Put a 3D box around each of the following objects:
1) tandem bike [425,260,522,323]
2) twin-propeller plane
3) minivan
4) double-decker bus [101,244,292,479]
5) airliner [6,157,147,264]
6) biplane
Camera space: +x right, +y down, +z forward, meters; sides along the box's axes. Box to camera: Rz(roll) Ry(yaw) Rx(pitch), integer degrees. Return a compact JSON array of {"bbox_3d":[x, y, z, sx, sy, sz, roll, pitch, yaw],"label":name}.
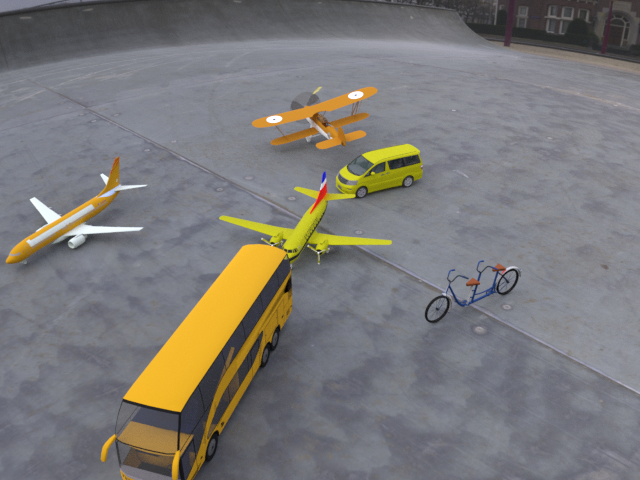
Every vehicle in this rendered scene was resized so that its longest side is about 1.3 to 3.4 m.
[{"bbox_3d":[2.012,0.592,9.036,1.642,0.682,0.283,-17,34,-27],"label":"tandem bike"},{"bbox_3d":[-0.193,-0.295,10.449,2.663,0.792,2.129,9,31,14],"label":"twin-propeller plane"},{"bbox_3d":[1.030,-1.221,12.212,1.548,0.616,0.681,-14,33,-23],"label":"minivan"},{"bbox_3d":[-1.122,1.263,7.517,0.756,1.052,3.251,9,31,15],"label":"double-decker bus"},{"bbox_3d":[-3.825,-0.453,10.677,2.257,0.835,2.541,14,33,23],"label":"airliner"},{"bbox_3d":[0.036,-2.209,13.545,2.598,0.981,2.120,-11,32,-19],"label":"biplane"}]
